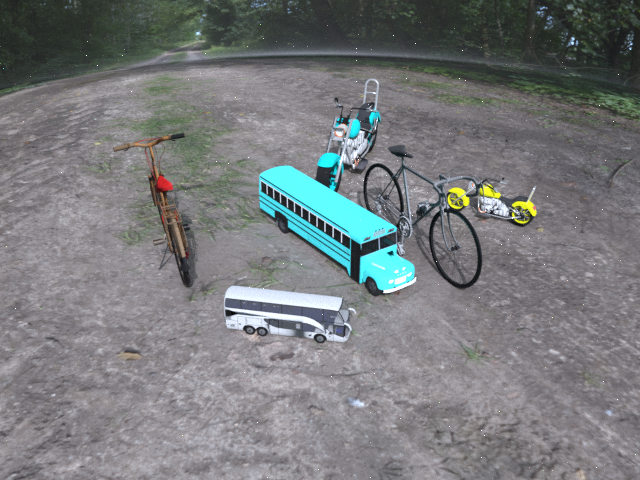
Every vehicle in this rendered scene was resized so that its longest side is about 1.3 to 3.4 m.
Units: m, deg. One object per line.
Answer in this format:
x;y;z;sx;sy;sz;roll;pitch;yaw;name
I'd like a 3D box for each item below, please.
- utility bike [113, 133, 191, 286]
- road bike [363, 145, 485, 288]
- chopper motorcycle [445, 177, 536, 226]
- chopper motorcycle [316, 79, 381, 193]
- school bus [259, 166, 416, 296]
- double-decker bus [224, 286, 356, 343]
-2.364;-0.531;10.306;1.039;1.839;2.791;-10;30;-17;utility bike
1.448;-0.489;10.420;0.696;1.656;3.004;-14;32;-25;road bike
2.869;-0.711;11.760;1.563;0.761;0.466;17;33;28;chopper motorcycle
0.571;-1.993;13.357;0.906;1.480;3.040;10;30;18;chopper motorcycle
0.192;-0.217;10.768;0.709;0.844;3.322;-19;34;-31;school bus
-0.393;0.953;8.945;1.672;0.541;0.389;5;29;10;double-decker bus
